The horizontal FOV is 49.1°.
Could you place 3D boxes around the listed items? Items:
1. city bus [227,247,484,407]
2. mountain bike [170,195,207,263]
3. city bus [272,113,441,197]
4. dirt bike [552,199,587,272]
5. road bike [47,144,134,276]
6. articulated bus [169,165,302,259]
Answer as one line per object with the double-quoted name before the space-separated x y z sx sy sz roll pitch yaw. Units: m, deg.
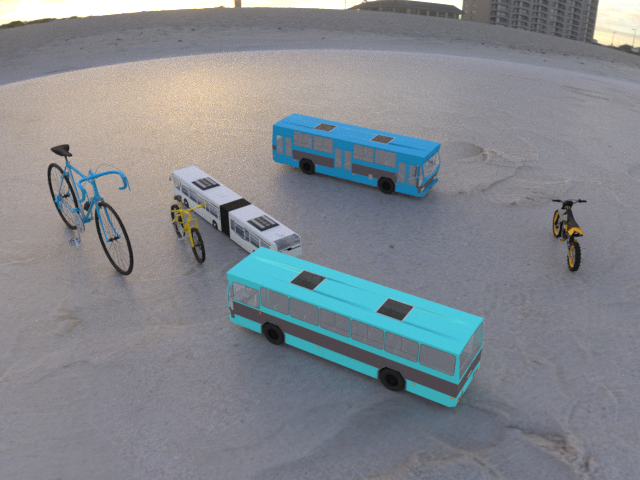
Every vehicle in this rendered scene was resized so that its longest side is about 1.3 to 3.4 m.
"city bus" 0.359 1.050 8.850 3.255 0.894 0.926 17 34 27
"mountain bike" -2.125 -0.248 11.122 0.573 0.868 1.469 -16 33 -25
"city bus" 0.646 -1.636 13.497 3.255 0.894 0.926 16 34 26
"dirt bike" 3.891 -0.177 11.009 0.527 0.857 1.493 2 30 3
"road bike" -3.671 -0.581 10.911 0.697 1.656 3.004 -23 37 -34
"articulated bus" -1.491 -0.438 11.757 0.605 0.561 3.401 -21 36 -32
